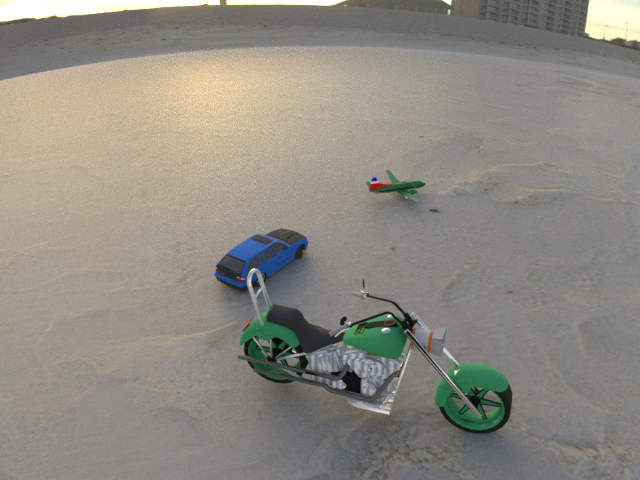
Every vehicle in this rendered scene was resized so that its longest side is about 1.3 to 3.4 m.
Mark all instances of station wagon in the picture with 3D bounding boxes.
[{"bbox_3d":[-0.822,0.184,10.285,0.682,0.473,1.597,20,35,30],"label":"station wagon"}]

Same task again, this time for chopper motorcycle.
[{"bbox_3d":[0.551,1.188,7.527,3.040,1.480,0.906,9,31,16],"label":"chopper motorcycle"}]

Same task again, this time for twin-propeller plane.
[{"bbox_3d":[1.376,-0.982,12.379,1.095,0.407,1.370,-10,31,-16],"label":"twin-propeller plane"}]
